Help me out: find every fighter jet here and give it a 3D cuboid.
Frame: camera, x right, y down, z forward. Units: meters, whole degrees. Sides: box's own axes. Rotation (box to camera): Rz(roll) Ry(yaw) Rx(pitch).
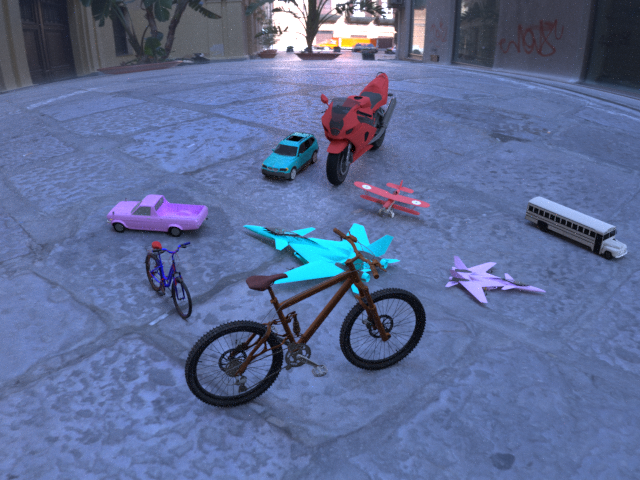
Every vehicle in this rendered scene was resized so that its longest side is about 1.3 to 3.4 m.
[{"bbox_3d":[-0.193,-0.009,10.658,2.640,0.557,2.229,19,34,32],"label":"fighter jet"},{"bbox_3d":[2.507,0.545,9.908,1.358,0.286,1.147,9,29,16],"label":"fighter jet"}]

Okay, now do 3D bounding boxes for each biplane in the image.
[{"bbox_3d":[1.271,-0.717,12.040,1.336,0.504,1.090,11,30,20],"label":"biplane"}]

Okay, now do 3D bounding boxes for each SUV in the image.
[{"bbox_3d":[-0.570,-1.677,13.759,0.656,0.580,1.572,12,30,22],"label":"SUV"}]

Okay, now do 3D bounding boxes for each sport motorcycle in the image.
[{"bbox_3d":[0.757,-2.227,13.710,0.983,1.596,2.955,11,30,20],"label":"sport motorcycle"}]

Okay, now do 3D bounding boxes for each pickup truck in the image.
[{"bbox_3d":[-2.672,-0.437,11.509,1.603,0.511,0.640,4,28,8],"label":"pickup truck"}]

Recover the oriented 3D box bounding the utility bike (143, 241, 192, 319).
[{"bbox_3d":[-2.040,0.410,9.461,0.535,0.946,1.435,-19,34,-32],"label":"utility bike"}]

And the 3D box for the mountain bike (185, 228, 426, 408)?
[{"bbox_3d":[-0.088,0.932,7.694,2.857,1.688,1.114,-10,30,-19],"label":"mountain bike"}]

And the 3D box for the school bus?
[{"bbox_3d":[4.077,-0.203,11.153,0.365,0.434,1.708,-20,34,-33],"label":"school bus"}]
